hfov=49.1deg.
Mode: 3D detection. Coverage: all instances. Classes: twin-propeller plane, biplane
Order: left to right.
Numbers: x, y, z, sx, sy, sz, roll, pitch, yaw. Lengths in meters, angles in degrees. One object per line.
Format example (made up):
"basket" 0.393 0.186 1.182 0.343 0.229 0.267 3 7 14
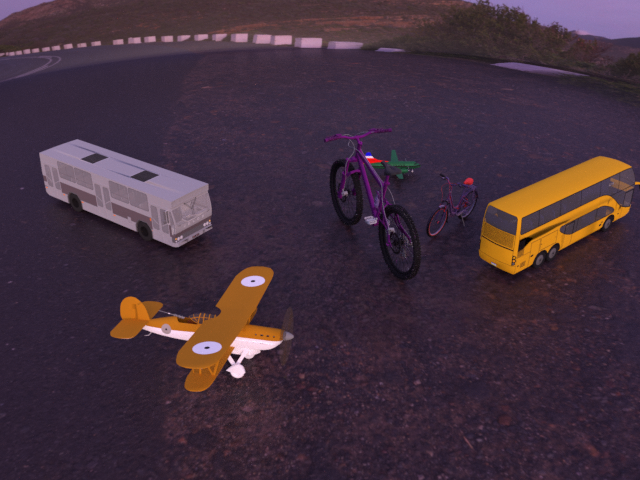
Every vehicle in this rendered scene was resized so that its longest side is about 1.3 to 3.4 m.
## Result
"biplane" -1.334 1.022 8.247 2.120 0.981 2.598 5 30 10
"twin-propeller plane" 1.367 -1.467 13.227 1.095 0.407 1.370 0 30 -1

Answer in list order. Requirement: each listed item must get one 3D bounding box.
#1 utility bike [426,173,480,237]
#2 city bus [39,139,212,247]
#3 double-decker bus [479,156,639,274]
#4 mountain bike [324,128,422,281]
"utility bike" 2.195 -0.603 11.154 0.535 0.946 1.435 25 38 37
"city bus" -3.242 -0.790 11.536 3.255 0.894 0.926 20 35 31
"double-decker bus" 3.758 -0.460 10.793 3.251 1.052 0.756 -22 36 -33
"mountain bike" 0.769 -0.628 10.444 1.114 1.688 2.857 -12 32 -20
